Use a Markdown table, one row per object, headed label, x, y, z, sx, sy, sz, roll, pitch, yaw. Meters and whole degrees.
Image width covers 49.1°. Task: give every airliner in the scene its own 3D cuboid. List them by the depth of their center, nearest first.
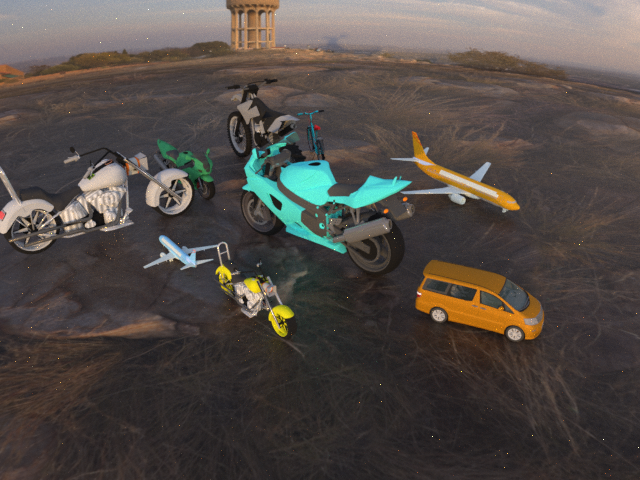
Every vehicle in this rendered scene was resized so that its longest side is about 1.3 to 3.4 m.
| label | x | y | z | sx | sy | sz | roll | pitch | yaw |
| --- | --- | --- | --- | --- | --- | --- | --- | --- | --- |
| airliner | -2.058 | 0.091 | 10.103 | 1.161 | 0.429 | 1.307 | -18 | 32 | -31 |
| airliner | 2.442 | -1.176 | 12.117 | 2.257 | 0.835 | 2.541 | -20 | 33 | -34 |

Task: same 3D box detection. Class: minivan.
| label | x | y | z | sx | sy | sz | roll | pitch | yaw |
| --- | --- | --- | --- | --- | --- | --- | --- | --- | --- |
| minivan | 1.988 | 0.728 | 8.665 | 1.548 | 0.616 | 0.681 | 12 | 30 | 23 |

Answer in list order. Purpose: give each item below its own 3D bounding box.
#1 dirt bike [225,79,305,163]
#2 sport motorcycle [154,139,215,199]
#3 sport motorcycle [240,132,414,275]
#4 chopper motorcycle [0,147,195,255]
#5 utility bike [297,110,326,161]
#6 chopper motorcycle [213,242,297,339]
| label | x | y | z | sx | sy | sz | roll | pitch | yaw |
| --- | --- | --- | --- | --- | --- | --- | --- | --- | --- |
| dirt bike | -1.057 | -2.004 | 12.814 | 1.024 | 1.666 | 2.903 | -16 | 31 | -28 |
| sport motorcycle | -2.352 | -1.250 | 12.275 | 1.520 | 0.821 | 0.506 | 24 | 35 | 38 |
| sport motorcycle | -0.026 | -0.519 | 10.012 | 2.955 | 1.596 | 0.983 | 19 | 33 | 32 |
| chopper motorcycle | -3.314 | -0.749 | 10.586 | 3.040 | 1.480 | 0.906 | -20 | 33 | -34 |
| utility bike | -0.139 | -2.002 | 13.596 | 0.535 | 0.946 | 1.435 | -6 | 28 | -12 |
| chopper motorcycle | -0.824 | 0.613 | 8.729 | 0.466 | 0.761 | 1.563 | -21 | 34 | -35 |
